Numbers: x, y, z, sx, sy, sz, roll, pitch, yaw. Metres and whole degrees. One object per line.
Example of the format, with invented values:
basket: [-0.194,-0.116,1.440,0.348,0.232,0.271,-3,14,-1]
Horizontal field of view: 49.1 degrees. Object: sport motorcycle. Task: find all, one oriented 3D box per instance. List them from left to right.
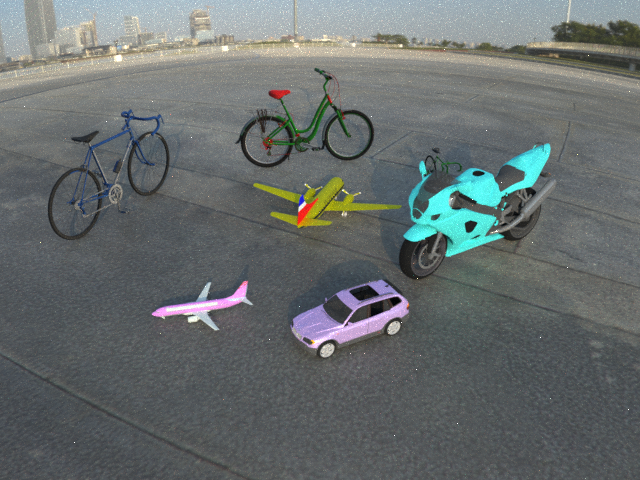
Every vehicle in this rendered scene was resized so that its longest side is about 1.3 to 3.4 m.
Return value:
sport motorcycle: [2.327,-0.455,10.355,2.955,1.596,0.983,-19,34,-31]

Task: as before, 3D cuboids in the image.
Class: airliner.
airliner: [-1.571,0.798,9.261,1.307,0.429,1.161,-6,29,-11]

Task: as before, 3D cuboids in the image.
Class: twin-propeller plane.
twin-propeller plane: [0.020,-0.727,11.707,2.663,0.792,2.129,10,30,18]

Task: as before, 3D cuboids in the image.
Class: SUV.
SUV: [0.388,0.945,8.828,1.572,0.580,0.656,-15,32,-25]

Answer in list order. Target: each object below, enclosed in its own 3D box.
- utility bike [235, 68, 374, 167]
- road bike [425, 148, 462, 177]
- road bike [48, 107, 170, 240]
utility bike: [-0.300,-2.395,13.696,2.791,1.839,1.039,-6,29,-11]
road bike: [2.137,-1.156,12.438,0.358,0.852,1.545,-6,29,-11]
road bike: [-3.442,-1.181,11.637,0.696,1.656,3.004,13,31,22]
